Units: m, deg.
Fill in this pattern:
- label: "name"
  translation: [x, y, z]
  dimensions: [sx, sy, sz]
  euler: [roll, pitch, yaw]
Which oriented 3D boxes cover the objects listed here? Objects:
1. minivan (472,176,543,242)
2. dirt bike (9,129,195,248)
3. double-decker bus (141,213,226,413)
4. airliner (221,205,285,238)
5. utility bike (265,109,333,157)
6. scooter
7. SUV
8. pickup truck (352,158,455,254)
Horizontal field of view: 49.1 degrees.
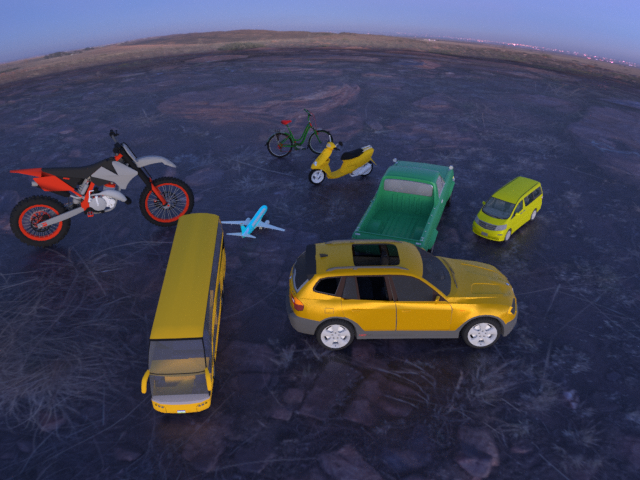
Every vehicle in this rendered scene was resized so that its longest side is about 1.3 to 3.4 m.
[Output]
- label: "minivan"
  translation: [3.180, -0.532, 11.819]
  dimensions: [0.681, 0.616, 1.548]
  euler: [23, 37, 34]
- label: "dirt bike"
  translation: [-3.496, -0.791, 11.220]
  dimensions: [2.903, 1.666, 1.024]
  euler: [-10, 32, -16]
- label: "double-decker bus"
  translation: [-1.652, 0.842, 9.021]
  dimensions: [0.756, 1.052, 3.251]
  euler: [-2, 30, -3]
- label: "airliner"
  translation: [-1.109, -0.383, 11.749]
  dimensions: [1.161, 0.429, 1.307]
  euler: [7, 31, 12]
- label: "utility bike"
  translation: [-0.439, -2.183, 14.333]
  dimensions: [1.435, 0.946, 0.535]
  euler: [-5, 31, -9]
- label: "scooter"
  translation: [0.430, -1.558, 13.285]
  dimensions: [1.399, 0.919, 0.662]
  euler: [-11, 32, -19]
- label: "SUV"
  translation: [1.073, 0.645, 9.285]
  dimensions: [3.058, 1.128, 1.276]
  euler: [-1, 30, -1]
- label: "pickup truck"
  translation: [1.456, -0.616, 11.589]
  dimensions: [1.244, 0.993, 3.117]
  euler: [9, 31, 16]
